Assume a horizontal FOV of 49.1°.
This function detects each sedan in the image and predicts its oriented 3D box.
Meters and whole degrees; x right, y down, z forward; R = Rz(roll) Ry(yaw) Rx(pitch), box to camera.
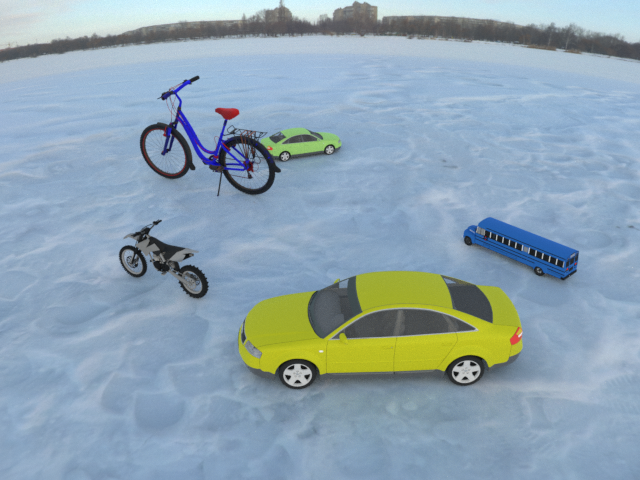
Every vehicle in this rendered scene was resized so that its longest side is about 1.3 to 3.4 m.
[{"bbox_3d":[0.657,0.908,7.781,3.137,0.940,1.235,-1,28,-2],"label":"sedan"},{"bbox_3d":[-0.357,-1.908,13.568,1.613,0.483,0.635,-11,30,-19],"label":"sedan"}]

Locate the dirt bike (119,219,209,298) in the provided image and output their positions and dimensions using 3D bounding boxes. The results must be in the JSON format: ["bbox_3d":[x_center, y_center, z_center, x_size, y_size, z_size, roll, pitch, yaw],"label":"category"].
[{"bbox_3d":[-2.080,0.245,9.117,1.493,0.857,0.527,15,31,26],"label":"dirt bike"}]

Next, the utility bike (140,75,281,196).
[{"bbox_3d":[-1.961,-1.677,11.689,2.791,1.839,1.039,12,30,21],"label":"utility bike"}]

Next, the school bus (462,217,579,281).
[{"bbox_3d":[2.778,0.077,9.883,0.365,0.434,1.708,-24,36,-37],"label":"school bus"}]
